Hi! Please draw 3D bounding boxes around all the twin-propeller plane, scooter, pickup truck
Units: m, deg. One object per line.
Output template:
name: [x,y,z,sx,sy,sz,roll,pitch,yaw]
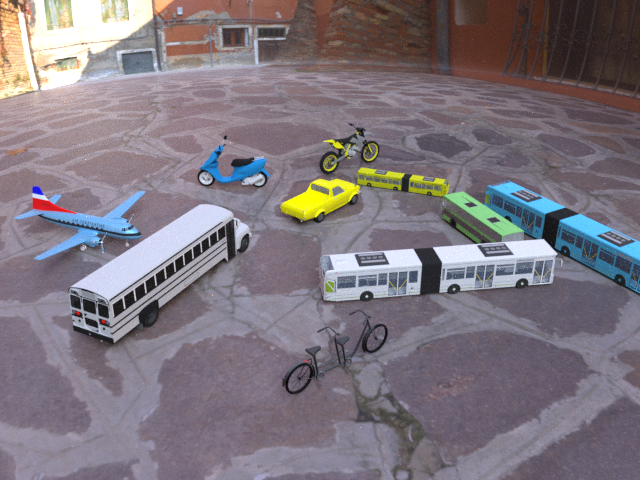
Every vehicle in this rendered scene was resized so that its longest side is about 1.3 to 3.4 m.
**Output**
twin-propeller plane: [-3.791,-0.371,11.279,2.129,0.792,2.663,10,29,19]
scooter: [-1.640,-1.432,13.178,1.399,0.919,0.662,1,28,3]
pickup truck: [0.031,-0.753,12.315,0.640,0.511,1.603,21,34,34]

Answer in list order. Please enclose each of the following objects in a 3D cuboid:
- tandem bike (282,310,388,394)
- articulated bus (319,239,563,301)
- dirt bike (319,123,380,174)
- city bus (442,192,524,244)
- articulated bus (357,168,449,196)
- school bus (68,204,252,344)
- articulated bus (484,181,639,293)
tandem bike: [0.212,1.278,8.233,1.642,0.682,0.283,-21,34,-35]
articulated bus: [1.702,0.428,9.994,3.401,0.561,0.605,-4,28,-8]
dirt bike: [0.606,-1.843,14.033,1.493,0.857,0.527,-18,32,-31]
city bus: [2.609,-0.248,11.402,0.476,0.460,1.674,-11,30,-21]
articulated bus: [1.544,-1.095,13.213,1.749,0.289,0.311,10,29,19]
school bus: [-2.083,0.305,9.924,0.709,0.844,3.322,13,30,24]
articulated bus: [3.938,-0.115,11.037,0.605,0.561,3.401,-15,31,-27]
